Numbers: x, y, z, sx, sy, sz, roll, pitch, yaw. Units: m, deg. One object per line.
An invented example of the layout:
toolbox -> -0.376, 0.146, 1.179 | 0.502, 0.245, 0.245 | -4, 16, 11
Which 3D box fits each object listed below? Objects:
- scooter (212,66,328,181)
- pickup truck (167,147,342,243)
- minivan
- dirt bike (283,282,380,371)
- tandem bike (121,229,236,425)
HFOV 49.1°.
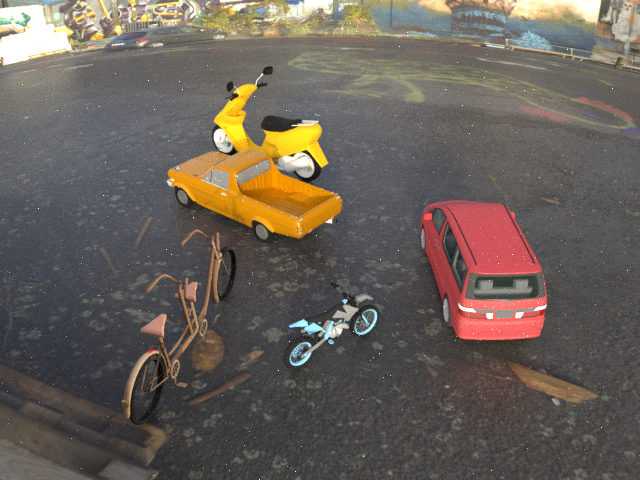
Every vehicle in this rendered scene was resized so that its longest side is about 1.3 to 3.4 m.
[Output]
scooter -> -1.016, -2.150, 12.992 | 2.721, 1.786, 1.288 | 20, 37, 29
pickup truck -> -1.152, -0.866, 11.649 | 3.117, 0.993, 1.244 | 23, 38, 32
minivan -> 2.187, 0.149, 9.788 | 1.324, 1.197, 3.011 | -1, 31, -2
dirt bike -> 0.163, 1.041, 8.652 | 1.493, 0.857, 0.527 | -21, 37, -30
tandem bike -> -1.631, 0.844, 8.526 | 0.550, 1.326, 3.192 | 8, 32, 13
